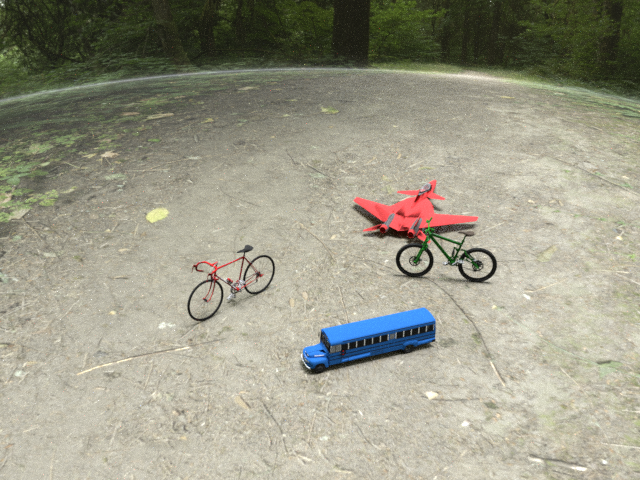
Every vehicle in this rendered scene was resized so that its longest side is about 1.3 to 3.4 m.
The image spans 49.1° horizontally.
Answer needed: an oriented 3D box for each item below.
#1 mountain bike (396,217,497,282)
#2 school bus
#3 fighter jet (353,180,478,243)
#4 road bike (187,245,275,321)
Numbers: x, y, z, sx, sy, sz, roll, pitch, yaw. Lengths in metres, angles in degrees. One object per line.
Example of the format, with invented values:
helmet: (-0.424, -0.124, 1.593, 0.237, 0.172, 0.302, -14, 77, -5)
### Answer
mountain bike: (1.848, 0.194, 10.216, 1.469, 0.868, 0.573, 4, 27, 8)
school bus: (0.601, 1.229, 8.660, 1.708, 0.434, 0.365, -10, 29, -18)
fighter jet: (1.739, -0.760, 12.432, 2.229, 0.557, 2.640, 11, 29, 20)
road bike: (-1.191, 0.535, 9.565, 0.358, 0.852, 1.545, 24, 35, 38)
